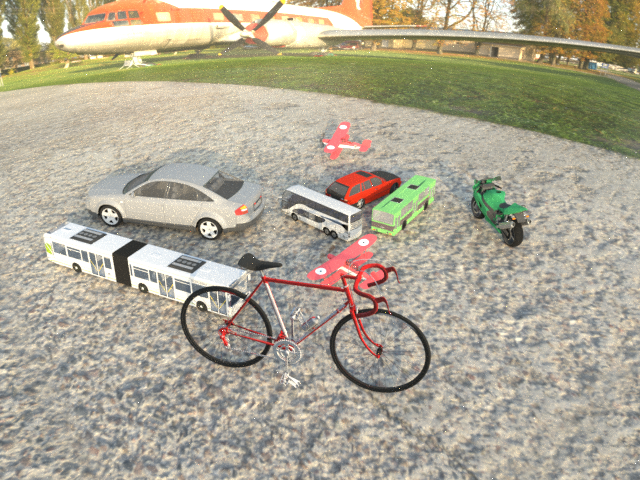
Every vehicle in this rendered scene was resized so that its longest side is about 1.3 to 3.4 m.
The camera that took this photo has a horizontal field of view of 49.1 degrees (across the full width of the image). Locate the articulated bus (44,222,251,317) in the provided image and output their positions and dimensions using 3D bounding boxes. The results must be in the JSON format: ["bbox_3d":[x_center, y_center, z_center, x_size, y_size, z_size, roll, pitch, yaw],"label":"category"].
[{"bbox_3d":[-2.567,0.386,10.150,3.401,0.561,0.605,14,31,23],"label":"articulated bus"}]

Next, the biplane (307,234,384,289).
[{"bbox_3d":[0.447,0.421,10.145,1.336,0.504,1.090,-24,37,-37],"label":"biplane"}]

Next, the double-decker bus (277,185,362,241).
[{"bbox_3d":[-0.009,-0.478,11.759,1.672,0.541,0.389,25,37,38],"label":"double-decker bus"}]

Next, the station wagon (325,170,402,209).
[{"bbox_3d":[0.816,-1.001,12.791,1.597,0.473,0.682,-25,37,-38],"label":"station wagon"}]

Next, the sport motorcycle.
[{"bbox_3d":[2.913,-0.499,11.504,0.506,0.821,1.520,-9,30,-16],"label":"sport motorcycle"}]

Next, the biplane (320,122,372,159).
[{"bbox_3d":[0.519,-1.995,14.585,1.090,0.504,1.336,9,30,16],"label":"biplane"}]

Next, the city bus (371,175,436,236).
[{"bbox_3d":[1.462,-0.595,12.059,0.476,0.460,1.674,17,33,28],"label":"city bus"}]

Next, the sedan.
[{"bbox_3d":[-2.494,-0.776,11.889,3.137,0.940,1.235,7,29,13],"label":"sedan"}]

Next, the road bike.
[{"bbox_3d":[-0.223,0.936,7.994,3.004,1.656,0.697,7,29,13],"label":"road bike"}]
